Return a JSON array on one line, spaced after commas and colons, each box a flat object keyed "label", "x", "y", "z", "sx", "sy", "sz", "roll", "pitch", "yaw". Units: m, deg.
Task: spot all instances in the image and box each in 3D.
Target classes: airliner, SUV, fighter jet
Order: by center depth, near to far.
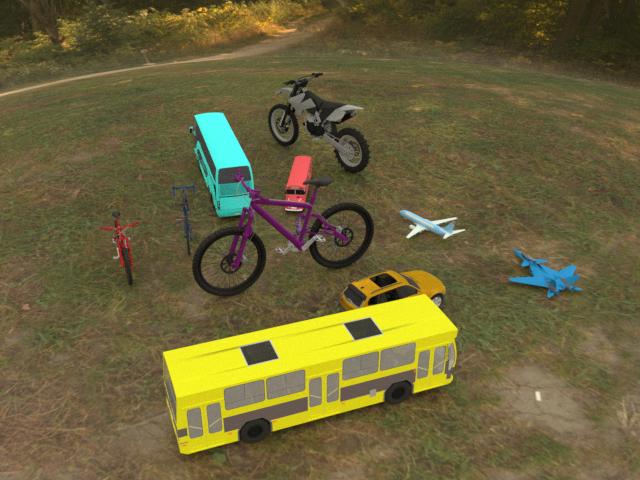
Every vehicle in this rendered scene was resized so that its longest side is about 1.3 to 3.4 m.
[{"label": "SUV", "x": 1.015, "y": 0.733, "z": 9.648, "sx": 1.572, "sy": 0.580, "sz": 0.656, "roll": -16, "pitch": 33, "yaw": -27}, {"label": "fighter jet", "x": 3.312, "y": 0.383, "z": 10.579, "sx": 1.147, "sy": 0.286, "sz": 1.358, "roll": -10, "pitch": 31, "yaw": -17}, {"label": "airliner", "x": 1.788, "y": -0.349, "z": 11.747, "sx": 1.161, "sy": 0.429, "sz": 1.307, "roll": -20, "pitch": 35, "yaw": -32}]

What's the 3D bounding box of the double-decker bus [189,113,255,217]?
[{"label": "double-decker bus", "x": -1.878, "y": -1.516, "z": 13.205, "sx": 0.756, "sy": 1.052, "sz": 3.251, "roll": -8, "pitch": 30, "yaw": -14}]

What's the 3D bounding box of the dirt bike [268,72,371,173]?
[{"label": "dirt bike", "x": -0.096, "y": -2.440, "z": 14.232, "sx": 1.024, "sy": 1.666, "sz": 2.903, "roll": -26, "pitch": 38, "yaw": -38}]

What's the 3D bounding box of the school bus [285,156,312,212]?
[{"label": "school bus", "x": -0.394, "y": -1.047, "z": 12.997, "sx": 0.365, "sy": 0.434, "sz": 1.708, "roll": 2, "pitch": 29, "yaw": 4}]

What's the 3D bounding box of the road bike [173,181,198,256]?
[{"label": "road bike", "x": -2.178, "y": -0.390, "z": 11.387, "sx": 0.358, "sy": 0.852, "sz": 1.545, "roll": -5, "pitch": 30, "yaw": -10}]

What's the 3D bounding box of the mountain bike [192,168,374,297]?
[{"label": "mountain bike", "x": -0.476, "y": -0.139, "z": 10.077, "sx": 2.857, "sy": 1.688, "sz": 1.114, "roll": -13, "pitch": 32, "yaw": -22}]

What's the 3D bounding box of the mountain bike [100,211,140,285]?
[{"label": "mountain bike", "x": -3.002, "y": 0.040, "z": 10.598, "sx": 0.573, "sy": 0.868, "sz": 1.469, "roll": -11, "pitch": 31, "yaw": -18}]

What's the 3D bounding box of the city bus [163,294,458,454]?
[{"label": "city bus", "x": -0.071, "y": 1.496, "z": 7.954, "sx": 3.255, "sy": 0.894, "sz": 0.926, "roll": -10, "pitch": 31, "yaw": -18}]
